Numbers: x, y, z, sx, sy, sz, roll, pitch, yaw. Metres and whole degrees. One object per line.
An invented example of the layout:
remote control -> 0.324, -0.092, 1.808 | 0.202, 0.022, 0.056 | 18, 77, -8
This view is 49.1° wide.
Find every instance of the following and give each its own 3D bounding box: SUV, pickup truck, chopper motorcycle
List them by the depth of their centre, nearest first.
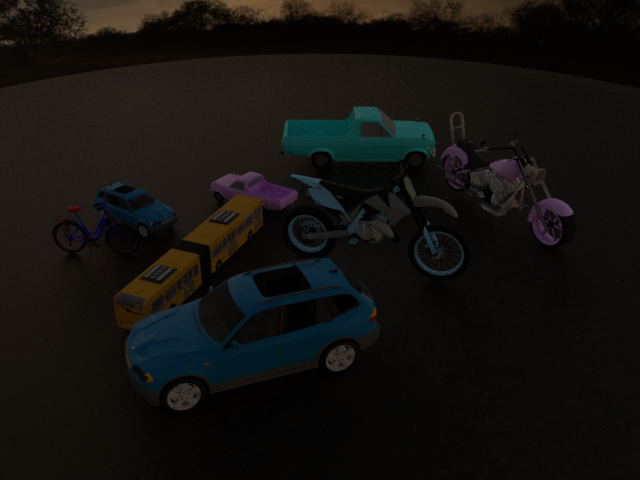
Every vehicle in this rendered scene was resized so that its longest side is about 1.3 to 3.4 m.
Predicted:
SUV -> -0.794, 1.015, 8.406 | 3.058, 1.128, 1.276 | -11, 31, -18
chopper motorcycle -> 3.094, -1.055, 11.756 | 0.906, 1.480, 3.040 | -16, 33, -26
SUV -> -3.123, -0.555, 11.782 | 1.572, 0.580, 0.656 | 19, 34, 30
pickup truck -> -1.189, -0.889, 12.453 | 1.603, 0.511, 0.640 | 17, 33, 28
pickup truck -> 0.775, -2.117, 14.158 | 3.117, 0.993, 1.244 | 0, 29, 0

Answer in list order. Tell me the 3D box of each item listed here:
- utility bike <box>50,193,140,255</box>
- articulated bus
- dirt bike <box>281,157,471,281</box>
utility bike -> -3.501, -0.237, 10.838 | 1.435, 0.946, 0.535 | 2, 29, 4
articulated bus -> -1.797, 0.235, 10.386 | 0.605, 0.561, 3.401 | 11, 31, 20
dirt bike -> 0.780, -0.298, 10.207 | 2.903, 1.666, 1.024 | 9, 31, 16
